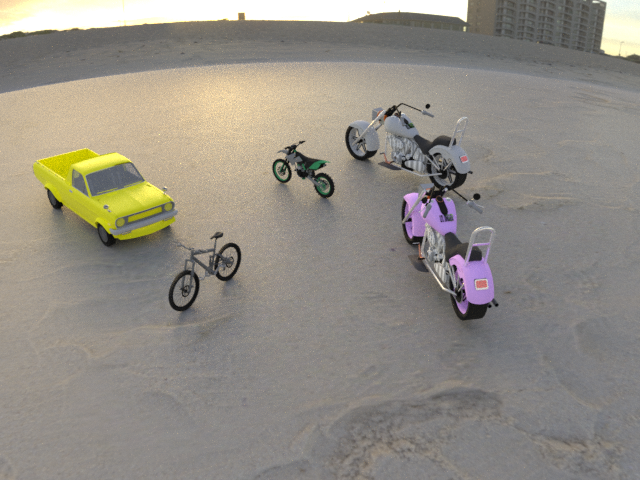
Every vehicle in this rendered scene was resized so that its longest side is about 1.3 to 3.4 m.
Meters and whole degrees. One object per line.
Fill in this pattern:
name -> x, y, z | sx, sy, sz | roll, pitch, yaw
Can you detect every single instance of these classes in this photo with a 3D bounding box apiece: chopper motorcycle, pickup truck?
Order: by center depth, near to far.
chopper motorcycle -> 1.695, -0.119, 9.717 | 0.906, 1.480, 3.040 | -5, 28, -9
pickup truck -> -3.679, -0.912, 11.760 | 1.244, 0.993, 3.117 | -23, 35, -37
chopper motorcycle -> 1.580, -1.916, 13.158 | 0.906, 1.480, 3.040 | -21, 34, -35

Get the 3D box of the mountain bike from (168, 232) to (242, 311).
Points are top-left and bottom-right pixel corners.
mountain bike -> -1.544, 0.351, 9.477 | 0.573, 0.868, 1.469 | 16, 32, 28

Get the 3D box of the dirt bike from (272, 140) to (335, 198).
dirt bike -> -0.324, -1.296, 12.643 | 1.493, 0.857, 0.527 | 22, 35, 35
